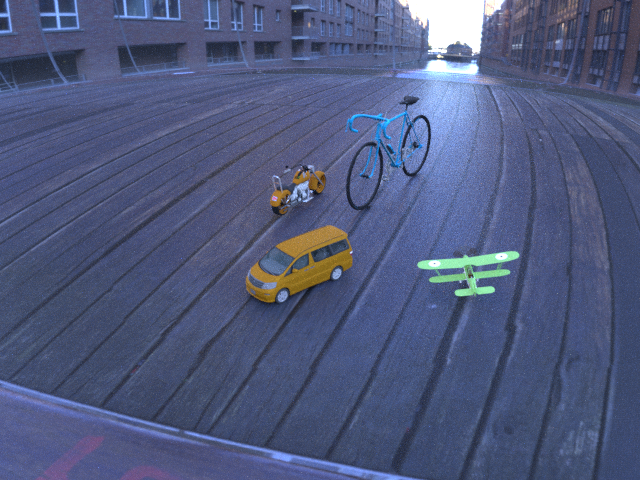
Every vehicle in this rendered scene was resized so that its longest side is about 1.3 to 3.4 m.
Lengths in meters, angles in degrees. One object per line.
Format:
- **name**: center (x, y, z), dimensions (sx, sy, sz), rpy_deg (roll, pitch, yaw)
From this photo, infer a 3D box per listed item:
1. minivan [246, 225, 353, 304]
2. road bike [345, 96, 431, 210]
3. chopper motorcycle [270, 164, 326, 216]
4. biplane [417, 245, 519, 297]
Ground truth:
- **minivan**: center (-0.282, 0.314, 9.535), dimensions (1.548, 0.616, 0.681), rpy_deg (-20, 33, -35)
- **road bike**: center (1.273, -1.625, 12.230), dimensions (0.696, 1.656, 3.004), rpy_deg (17, 31, 30)
- **chopper motorcycle**: center (-0.344, -0.953, 11.889), dimensions (0.466, 0.761, 1.563), rpy_deg (15, 30, 28)
- **biplane**: center (1.982, 0.471, 9.346), dimensions (1.336, 0.504, 1.090), rpy_deg (1, 27, 3)
